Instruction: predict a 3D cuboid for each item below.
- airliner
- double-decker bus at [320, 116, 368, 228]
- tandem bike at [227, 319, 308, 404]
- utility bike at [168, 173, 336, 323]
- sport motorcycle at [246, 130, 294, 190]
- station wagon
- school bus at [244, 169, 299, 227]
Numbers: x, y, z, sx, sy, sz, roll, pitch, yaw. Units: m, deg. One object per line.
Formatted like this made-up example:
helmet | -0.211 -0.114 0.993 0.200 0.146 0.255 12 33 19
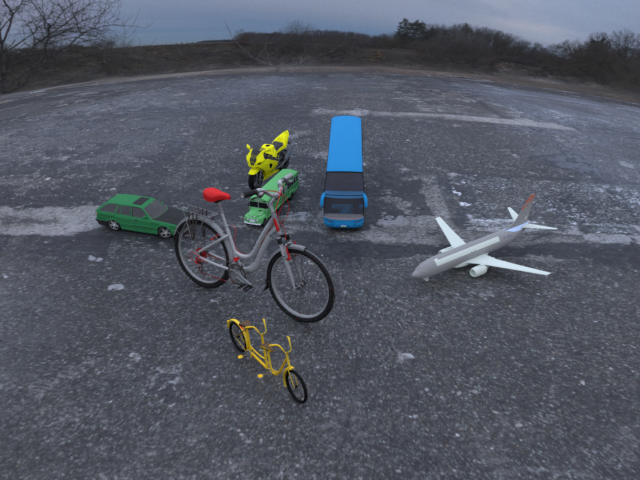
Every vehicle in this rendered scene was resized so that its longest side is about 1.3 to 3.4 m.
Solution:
airliner | 2.344 -0.033 10.450 2.541 0.835 2.257 -18 32 -31
double-decker bus | 0.451 -1.266 12.602 0.756 1.052 3.251 1 27 2
tandem bike | -0.641 1.270 8.097 0.283 0.682 1.642 -20 33 -33
utility bike | -0.933 -0.020 9.333 2.791 1.839 1.039 16 31 28
sport motorcycle | -0.967 -1.524 13.353 0.506 0.821 1.520 12 30 22
station wagon | -2.910 -0.432 11.618 1.597 0.473 0.682 8 29 16
school bus | -0.841 -0.751 12.277 0.365 0.434 1.708 9 29 18
